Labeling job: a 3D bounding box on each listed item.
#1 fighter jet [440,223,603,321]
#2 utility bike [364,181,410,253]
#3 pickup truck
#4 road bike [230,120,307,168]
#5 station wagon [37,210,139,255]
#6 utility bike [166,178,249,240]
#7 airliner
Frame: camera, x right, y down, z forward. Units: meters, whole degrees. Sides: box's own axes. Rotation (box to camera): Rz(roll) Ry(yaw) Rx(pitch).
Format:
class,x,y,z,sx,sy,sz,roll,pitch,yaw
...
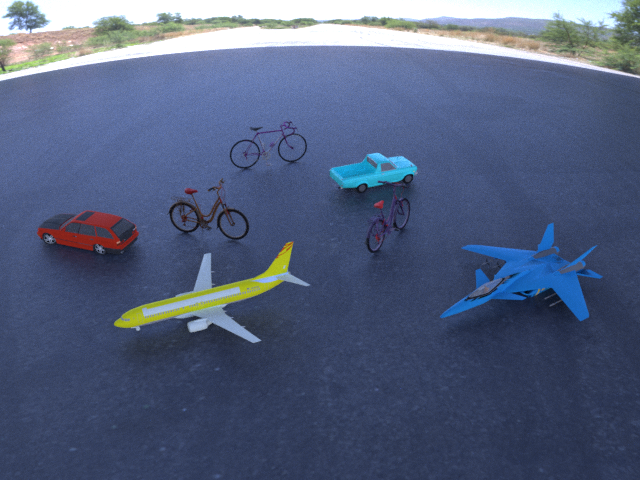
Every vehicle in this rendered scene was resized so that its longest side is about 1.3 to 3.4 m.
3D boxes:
class,x,y,z,sx,sy,sz,roll,pitch,yaw
fighter jet,2.683,0.505,9.802,2.640,0.557,2.229,-19,35,-29
utility bike,1.038,-0.421,10.994,0.535,0.946,1.435,19,35,29
pickup truck,0.993,-1.282,12.888,1.603,0.511,0.640,-13,33,-20
road bike,-0.988,-1.833,13.488,1.545,0.852,0.358,-10,32,-16
station wagon,-3.693,-0.182,11.052,1.597,0.473,0.682,10,32,16
utility bike,-1.789,-0.512,11.149,1.435,0.946,0.535,8,31,14
airliner,-1.485,0.627,9.320,2.541,0.835,2.257,-12,33,-20
